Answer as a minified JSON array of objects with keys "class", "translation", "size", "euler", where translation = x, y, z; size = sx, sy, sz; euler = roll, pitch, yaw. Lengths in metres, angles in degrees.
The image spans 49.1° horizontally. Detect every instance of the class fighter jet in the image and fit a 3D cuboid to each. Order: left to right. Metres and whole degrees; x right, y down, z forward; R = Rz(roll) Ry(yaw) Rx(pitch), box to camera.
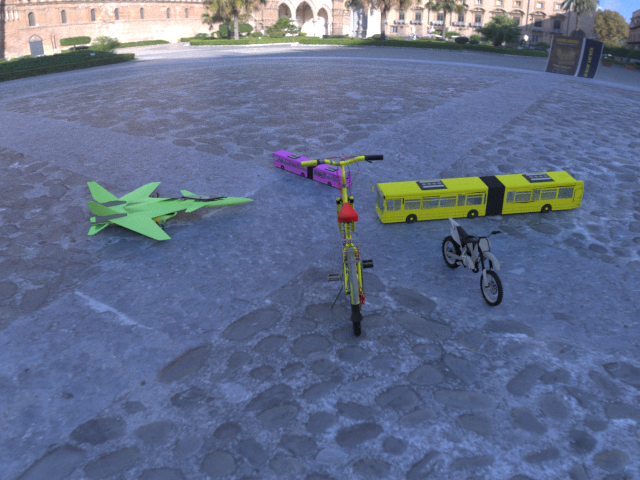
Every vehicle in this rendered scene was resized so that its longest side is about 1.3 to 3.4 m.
[{"class":"fighter jet","translation":[-2.384,-0.653,11.263],"size":[2.640,0.557,2.229],"euler":[-7,29,-13]}]

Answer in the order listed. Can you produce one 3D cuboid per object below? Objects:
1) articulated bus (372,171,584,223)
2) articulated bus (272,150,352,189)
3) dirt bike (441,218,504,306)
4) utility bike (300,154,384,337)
[{"class":"articulated bus","translation":[2.569,-0.708,11.362],"size":[3.401,0.561,0.605],"euler":[-4,28,-8]},{"class":"articulated bus","translation":[-0.170,-1.298,12.774],"size":[1.749,0.289,0.311],"euler":[23,35,36]},{"class":"dirt bike","translation":[2.023,0.221,9.280],"size":[0.527,0.857,1.493],"euler":[-9,29,-17]},{"class":"utility bike","translation":[0.282,-0.083,8.804],"size":[1.039,1.839,2.791],"euler":[0,28,-1]}]
